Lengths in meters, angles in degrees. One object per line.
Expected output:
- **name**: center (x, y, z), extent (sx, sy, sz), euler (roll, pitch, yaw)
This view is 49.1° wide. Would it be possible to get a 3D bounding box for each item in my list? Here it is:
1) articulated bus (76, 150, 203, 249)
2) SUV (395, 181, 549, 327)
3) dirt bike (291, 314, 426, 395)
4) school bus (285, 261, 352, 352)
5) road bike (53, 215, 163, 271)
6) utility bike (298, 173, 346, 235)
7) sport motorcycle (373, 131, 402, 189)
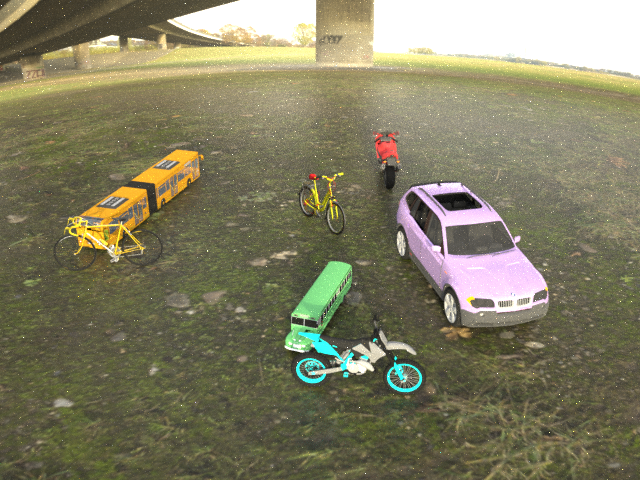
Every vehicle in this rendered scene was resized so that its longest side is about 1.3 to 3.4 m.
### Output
- **articulated bus**: center (-3.019, -0.788, 12.138), extent (0.605, 0.561, 3.401), euler (8, 27, 15)
- **SUV**: center (2.006, 0.090, 9.732), extent (1.276, 1.128, 3.058), euler (-6, 27, -12)
- **dirt bike**: center (0.415, 1.290, 7.619), extent (1.493, 0.857, 0.527), euler (4, 27, 7)
- **school bus**: center (-0.001, 0.842, 8.997), extent (0.365, 0.434, 1.708), euler (9, 28, 17)
- **road bike**: center (-3.077, 0.034, 10.155), extent (1.545, 0.852, 0.358), euler (-4, 27, -9)
- **utility bike**: center (0.053, -0.706, 11.541), extent (0.535, 0.946, 1.435), euler (-16, 31, -29)
- **sport motorcycle**: center (1.291, -1.569, 13.419), extent (0.506, 0.821, 1.520), euler (-1, 26, -1)
